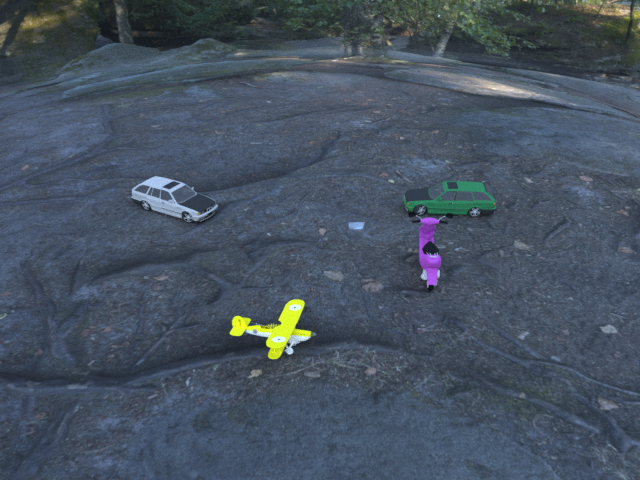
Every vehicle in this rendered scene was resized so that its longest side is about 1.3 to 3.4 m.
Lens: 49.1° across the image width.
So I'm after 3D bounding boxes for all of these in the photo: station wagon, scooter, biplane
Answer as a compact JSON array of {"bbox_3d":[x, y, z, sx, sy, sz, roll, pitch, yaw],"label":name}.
[{"bbox_3d":[2.267,-0.752,12.284,1.597,0.473,0.682,2,29,3],"label":"station wagon"},{"bbox_3d":[1.615,0.081,10.324,0.662,0.919,1.399,2,29,3],"label":"scooter"},{"bbox_3d":[-0.577,1.139,8.843,1.090,0.504,1.336,5,29,9],"label":"biplane"},{"bbox_3d":[-2.553,-0.743,12.270,1.597,0.473,0.682,16,33,26],"label":"station wagon"}]
